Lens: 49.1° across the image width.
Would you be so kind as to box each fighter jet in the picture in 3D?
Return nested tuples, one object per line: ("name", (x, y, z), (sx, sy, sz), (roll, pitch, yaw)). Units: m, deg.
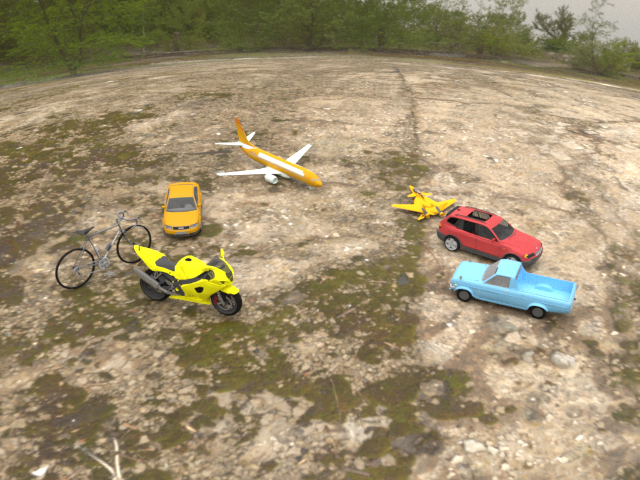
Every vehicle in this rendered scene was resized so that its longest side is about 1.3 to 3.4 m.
("fighter jet", (1.757, -0.750, 12.026), (1.147, 0.286, 1.358), (-6, 28, -11))

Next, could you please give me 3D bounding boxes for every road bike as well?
("road bike", (-3.014, 0.114, 9.791), (0.358, 0.852, 1.545), (23, 35, 36))

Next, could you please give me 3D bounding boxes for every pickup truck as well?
("pickup truck", (2.549, 0.586, 9.263), (1.603, 0.511, 0.640), (12, 30, 22))

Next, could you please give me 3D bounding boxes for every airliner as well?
("airliner", (-0.830, -1.607, 13.060), (2.257, 0.835, 2.541), (-24, 36, -37))

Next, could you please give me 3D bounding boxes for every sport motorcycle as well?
("sport motorcycle", (-1.709, 0.514, 9.067), (1.520, 0.821, 0.506), (10, 29, 18))

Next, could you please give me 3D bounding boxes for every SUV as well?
("SUV", (2.521, -0.067, 10.423), (1.572, 0.580, 0.656), (19, 34, 32))

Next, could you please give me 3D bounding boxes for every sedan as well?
("sedan", (-2.251, -0.564, 11.465), (0.635, 0.483, 1.613), (-4, 28, -7))
